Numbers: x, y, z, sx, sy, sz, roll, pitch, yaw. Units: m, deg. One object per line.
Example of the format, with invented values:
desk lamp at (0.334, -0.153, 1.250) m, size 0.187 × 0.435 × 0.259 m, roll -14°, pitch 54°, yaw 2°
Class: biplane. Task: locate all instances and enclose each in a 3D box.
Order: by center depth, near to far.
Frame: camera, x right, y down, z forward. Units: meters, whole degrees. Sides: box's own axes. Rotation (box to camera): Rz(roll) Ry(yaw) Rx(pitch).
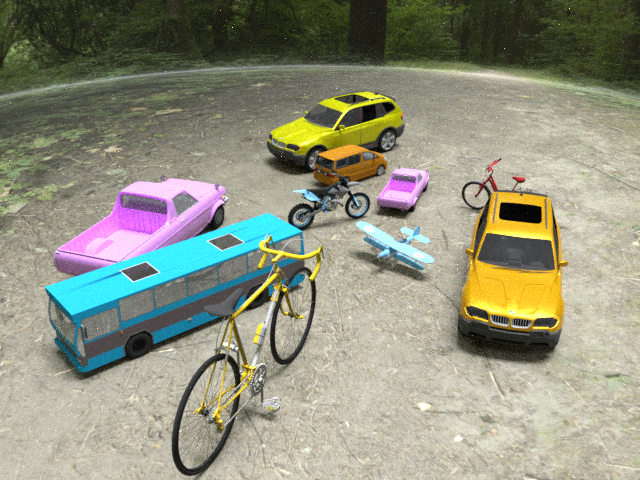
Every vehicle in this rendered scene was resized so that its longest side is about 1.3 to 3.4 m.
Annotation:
biplane at (1.182, 0.096, 10.362) m, size 1.336 × 0.504 × 1.090 m, roll 21°, pitch 34°, yaw 35°

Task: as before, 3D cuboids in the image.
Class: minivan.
minivan at (0.609, -1.468, 13.326) m, size 1.548 × 0.616 × 0.681 m, roll -22°, pitch 34°, yaw -36°

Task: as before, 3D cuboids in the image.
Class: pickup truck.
pickup truck at (-2.573, -0.274, 10.551) m, size 1.244 × 0.993 × 3.117 m, roll 10°, pitch 28°, yaw 18°
pickup truck at (1.492, -0.951, 12.420) m, size 0.640 × 0.511 × 1.603 m, roll 10°, pitch 28°, yaw 18°

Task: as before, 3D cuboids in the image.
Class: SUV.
SUV at (2.595, 0.263, 9.341) m, size 1.276 × 1.128 × 3.058 m, roll 7°, pitch 28°, yaw 14°
SUV at (0.364, -2.331, 14.461) m, size 3.058 × 1.128 × 1.276 m, roll -19°, pitch 33°, yaw -33°

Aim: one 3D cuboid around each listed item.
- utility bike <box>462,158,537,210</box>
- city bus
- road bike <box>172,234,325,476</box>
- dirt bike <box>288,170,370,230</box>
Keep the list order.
utility bike at (3.026, -0.809, 11.660) m, size 1.435 × 0.946 × 0.535 m, roll 17°, pitch 31°, yaw 30°
city bus at (-1.703, 0.603, 8.929) m, size 3.255 × 0.894 × 0.926 m, roll -21°, pitch 33°, yaw -35°
road bike at (-0.672, 1.035, 7.234) m, size 0.696 × 1.656 × 3.004 m, roll 11°, pitch 29°, yaw 21°
dirt bike at (0.162, -0.651, 11.444) m, size 1.493 × 0.857 × 0.527 m, roll -12°, pitch 29°, yaw -22°
